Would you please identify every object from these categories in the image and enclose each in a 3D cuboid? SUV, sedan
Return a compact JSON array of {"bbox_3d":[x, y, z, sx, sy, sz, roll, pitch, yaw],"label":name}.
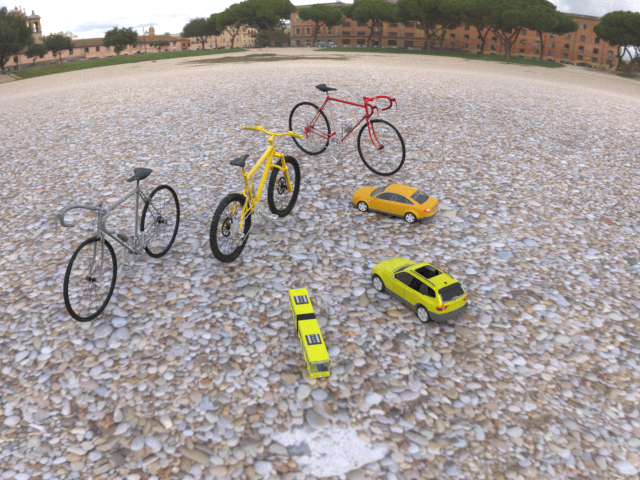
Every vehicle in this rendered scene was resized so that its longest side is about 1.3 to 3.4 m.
[{"bbox_3d":[1.380,0.606,9.865,0.656,0.580,1.572,-18,33,-30],"label":"SUV"},{"bbox_3d":[1.317,-0.727,12.500,1.613,0.483,0.635,15,31,26],"label":"sedan"}]

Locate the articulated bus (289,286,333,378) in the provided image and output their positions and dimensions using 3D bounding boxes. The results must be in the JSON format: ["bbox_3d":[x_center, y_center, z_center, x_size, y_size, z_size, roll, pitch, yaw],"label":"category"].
[{"bbox_3d":[-0.162,1.162,9.121,0.311,0.289,1.749,-5,28,-10],"label":"articulated bus"}]

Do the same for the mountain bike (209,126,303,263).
[{"bbox_3d":[-0.990,-0.824,11.391,1.114,1.688,2.857,12,30,22],"label":"mountain bike"}]

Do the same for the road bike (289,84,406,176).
[{"bbox_3d":[0.489,-2.311,14.247,3.004,1.656,0.697,21,34,34],"label":"road bike"}]

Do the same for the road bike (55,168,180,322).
[{"bbox_3d":[-2.774,-0.100,10.051,0.697,1.656,3.004,9,29,16],"label":"road bike"}]
